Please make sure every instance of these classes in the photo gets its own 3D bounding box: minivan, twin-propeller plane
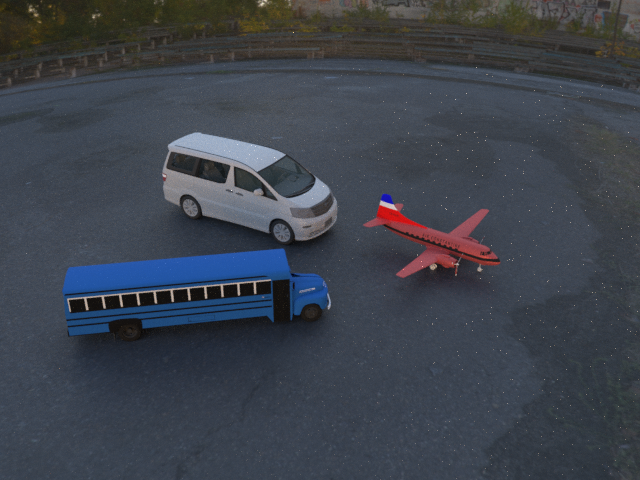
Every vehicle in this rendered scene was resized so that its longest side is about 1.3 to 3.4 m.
[{"bbox_3d":[-1.167,-0.910,11.609,3.011,1.197,1.324,15,32,26],"label":"minivan"},{"bbox_3d":[1.740,-0.104,10.529,2.129,0.792,2.663,20,34,33],"label":"twin-propeller plane"}]

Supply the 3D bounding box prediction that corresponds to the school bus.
[{"bbox_3d":[-1.520,0.672,9.019,3.322,0.844,0.709,-5,28,-9],"label":"school bus"}]
